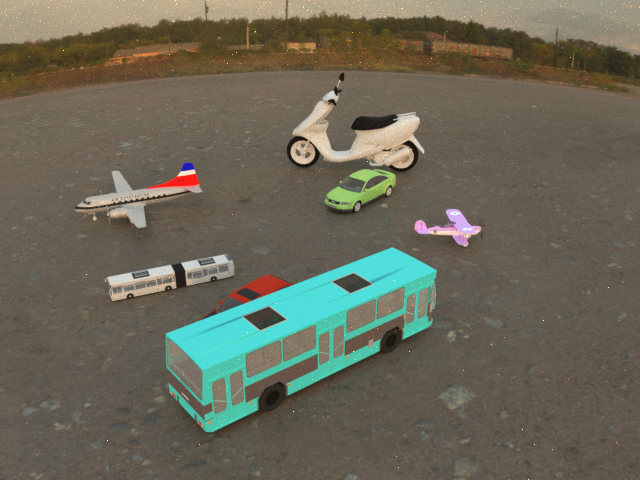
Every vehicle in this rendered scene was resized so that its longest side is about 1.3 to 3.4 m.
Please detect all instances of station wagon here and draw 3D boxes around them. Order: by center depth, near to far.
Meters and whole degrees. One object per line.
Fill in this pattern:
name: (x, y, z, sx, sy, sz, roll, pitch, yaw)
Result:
station wagon: (-0.918, 0.891, 8.816, 0.682, 0.473, 1.597, 20, 33, 35)

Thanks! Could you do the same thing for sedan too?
sedan: (0.733, -0.938, 12.496, 0.635, 0.483, 1.613, 21, 33, 35)

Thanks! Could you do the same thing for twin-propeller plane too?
twin-propeller plane: (-3.095, -0.819, 11.910, 2.129, 0.792, 2.663, -11, 28, -21)

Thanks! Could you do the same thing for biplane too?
biplane: (2.016, -0.169, 10.921, 1.090, 0.504, 1.336, -1, 26, -1)

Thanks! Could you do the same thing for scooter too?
scooter: (0.684, -2.218, 13.613, 2.721, 1.786, 1.288, 3, 27, 6)

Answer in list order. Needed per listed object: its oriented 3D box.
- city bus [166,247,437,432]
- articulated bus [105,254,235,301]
city bus: (-0.095, 1.060, 7.999, 3.255, 0.894, 0.926, -19, 32, -33)
articulated bus: (-2.073, 0.515, 9.782, 1.749, 0.289, 0.311, -11, 28, -21)
